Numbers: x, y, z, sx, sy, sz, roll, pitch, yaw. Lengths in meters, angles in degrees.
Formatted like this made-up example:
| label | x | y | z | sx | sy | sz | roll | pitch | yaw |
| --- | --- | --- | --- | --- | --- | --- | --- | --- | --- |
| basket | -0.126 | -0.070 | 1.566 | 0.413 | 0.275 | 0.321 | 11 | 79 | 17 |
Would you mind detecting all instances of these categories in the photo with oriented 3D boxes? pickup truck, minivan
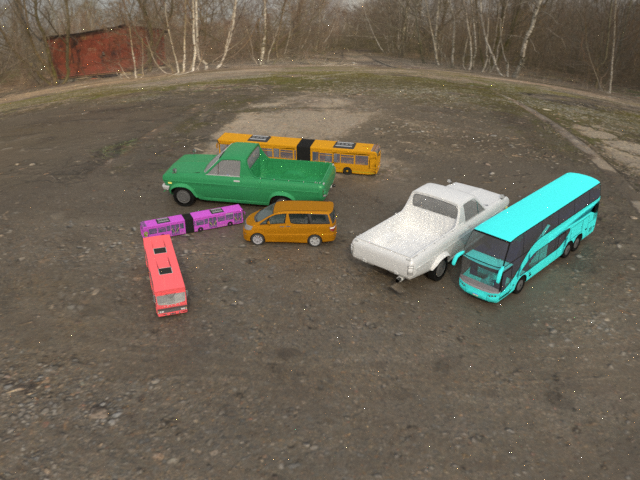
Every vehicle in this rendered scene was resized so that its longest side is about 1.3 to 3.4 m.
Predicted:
| label | x | y | z | sx | sy | sz | roll | pitch | yaw |
| --- | --- | --- | --- | --- | --- | --- | --- | --- | --- |
| pickup truck | 1.841 | -0.276 | 11.103 | 1.244 | 0.993 | 3.117 | 21 | 34 | 35 |
| pickup truck | -1.299 | -1.210 | 12.882 | 3.117 | 0.993 | 1.244 | 5 | 28 | 10 |
| minivan | -0.501 | -0.302 | 11.558 | 1.548 | 0.616 | 0.681 | 2 | 28 | 3 |

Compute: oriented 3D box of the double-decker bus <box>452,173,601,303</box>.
| label | x | y | z | sx | sy | sz | roll | pitch | yaw |
| --- | --- | --- | --- | --- | --- | --- | --- | --- | --- |
| double-decker bus | 3.244 | -0.078 | 10.662 | 0.756 | 1.052 | 3.251 | 24 | 36 | 38 |

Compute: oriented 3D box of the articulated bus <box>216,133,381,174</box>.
| label | x | y | z | sx | sy | sz | roll | pitch | yaw |
| --- | --- | --- | --- | --- | --- | --- | --- | --- | --- |
| articulated bus | -0.468 | -1.787 | 14.445 | 3.401 | 0.561 | 0.605 | 6 | 28 | 12 |

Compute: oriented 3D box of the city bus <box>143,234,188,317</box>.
| label | x | y | z | sx | sy | sz | roll | pitch | yaw |
| --- | --- | --- | --- | --- | --- | --- | --- | --- | --- |
| city bus | -2.268 | 0.502 | 10.194 | 0.476 | 0.460 | 1.674 | -9 | 29 | -16 |

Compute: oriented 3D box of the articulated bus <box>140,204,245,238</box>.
| label | x | y | z | sx | sy | sz | roll | pitch | yaw |
| --- | --- | --- | --- | --- | --- | --- | --- | --- | --- |
| articulated bus | -2.151 | -0.302 | 11.909 | 1.749 | 0.289 | 0.311 | -12 | 30 | -21 |
